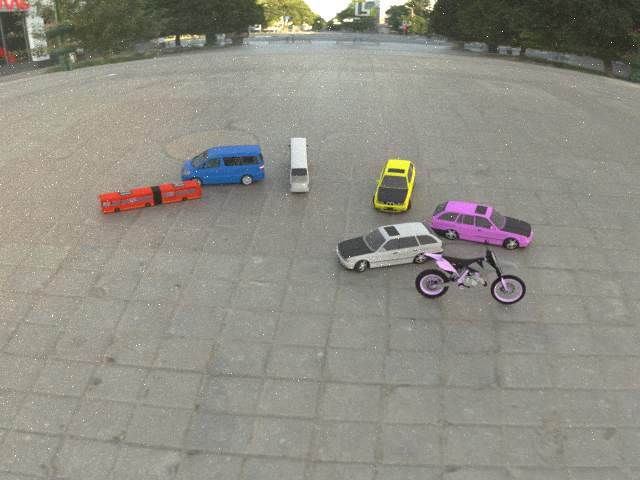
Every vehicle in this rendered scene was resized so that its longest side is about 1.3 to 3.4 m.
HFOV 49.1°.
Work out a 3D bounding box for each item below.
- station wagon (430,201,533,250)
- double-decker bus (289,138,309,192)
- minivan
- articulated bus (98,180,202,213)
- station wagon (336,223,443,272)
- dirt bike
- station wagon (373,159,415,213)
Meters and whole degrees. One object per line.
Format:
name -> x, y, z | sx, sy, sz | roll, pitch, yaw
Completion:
station wagon -> 2.595, -0.272, 11.225 | 1.597, 0.473, 0.682 | 10, 31, 17
double-decker bus -> -0.400, -1.451, 13.225 | 0.389, 0.541, 1.672 | -1, 30, -2
minivan -> -1.814, -1.389, 13.041 | 1.548, 0.616, 0.681 | -4, 30, -6
articulated bus -> -2.971, -0.768, 12.282 | 1.749, 0.289, 0.311 | -11, 31, -19
station wagon -> 1.042, 0.070, 10.625 | 1.597, 0.473, 0.682 | -7, 31, -13
dirt bike -> 2.062, 0.472, 9.531 | 1.493, 0.857, 0.527 | 5, 30, 8
station wagon -> 1.349, -1.012, 12.524 | 0.682, 0.473, 1.597 | 6, 30, 10
